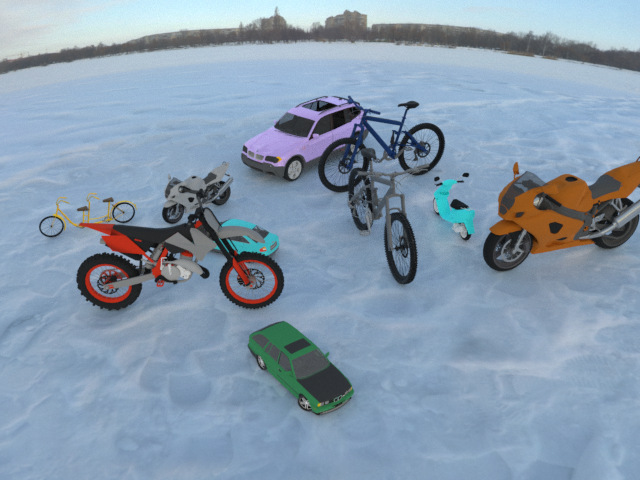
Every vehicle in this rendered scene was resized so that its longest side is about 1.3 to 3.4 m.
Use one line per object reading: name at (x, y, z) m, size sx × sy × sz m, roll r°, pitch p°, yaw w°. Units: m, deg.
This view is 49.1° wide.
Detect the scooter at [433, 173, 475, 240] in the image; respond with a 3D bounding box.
scooter at (2.293, -0.634, 12.010) m, size 0.662 × 0.919 × 1.399 m, roll -9°, pitch 30°, yaw -16°

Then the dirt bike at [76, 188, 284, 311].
dirt bike at (-1.950, 0.246, 9.635) m, size 2.903 × 1.666 × 1.024 m, roll 0°, pitch 29°, yaw 0°

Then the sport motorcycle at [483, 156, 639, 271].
sport motorcycle at (3.870, -0.418, 10.914) m, size 2.955 × 1.596 × 0.983 m, roll -11°, pitch 31°, yaw -19°

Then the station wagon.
station wagon at (-0.253, 1.501, 8.591) m, size 0.682 × 0.473 × 1.597 m, roll -20°, pitch 34°, yaw -31°

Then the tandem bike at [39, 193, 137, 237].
tandem bike at (-3.965, -0.478, 11.972) m, size 1.642 × 0.682 × 0.283 m, roll -13°, pitch 32°, yaw -23°

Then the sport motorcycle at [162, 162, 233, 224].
sport motorcycle at (-2.195, -0.850, 12.503) m, size 0.506 × 0.821 × 1.520 m, roll 25°, pitch 37°, yaw 37°

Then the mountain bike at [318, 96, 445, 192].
mountain bike at (1.240, -1.879, 13.474) m, size 2.857 × 1.688 × 1.114 m, roll -14°, pitch 32°, yaw -24°

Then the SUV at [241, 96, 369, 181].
SUV at (-0.262, -2.210, 14.657) m, size 1.276 × 1.128 × 3.058 m, roll 24°, pitch 37°, yaw 37°

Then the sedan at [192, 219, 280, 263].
sedan at (-1.438, -0.066, 11.430) m, size 1.613 × 0.483 × 0.635 m, roll 13°, pitch 31°, yaw 23°

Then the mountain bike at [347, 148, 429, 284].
mountain bike at (0.940, -0.549, 11.057) m, size 1.114 × 1.688 × 2.857 m, roll -8°, pitch 30°, yaw -14°
